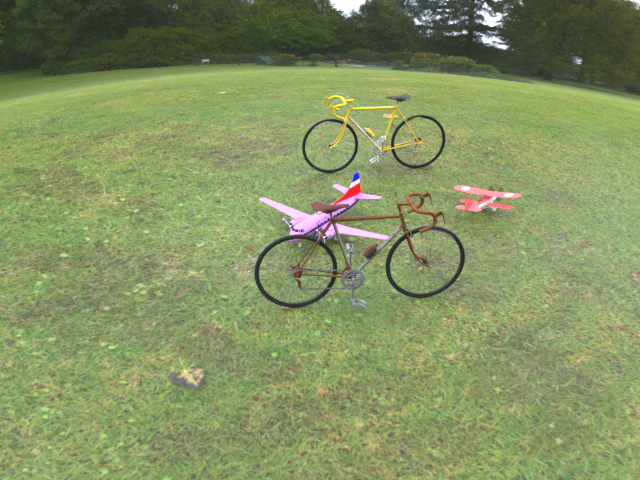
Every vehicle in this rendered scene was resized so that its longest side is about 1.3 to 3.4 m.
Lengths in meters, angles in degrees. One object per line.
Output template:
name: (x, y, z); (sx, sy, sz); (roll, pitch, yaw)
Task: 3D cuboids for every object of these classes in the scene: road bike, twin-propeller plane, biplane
road bike: (0.584, 0.162, 9.718); (3.004, 1.656, 0.697); (-4, 28, -7)
twin-propeller plane: (0.119, -0.509, 11.962); (2.663, 0.792, 2.129); (19, 33, 32)
road bike: (1.123, -2.191, 14.280); (3.004, 1.656, 0.697); (-4, 28, -7)
biplane: (2.904, -0.698, 12.640); (1.336, 0.504, 1.090); (24, 35, 38)
